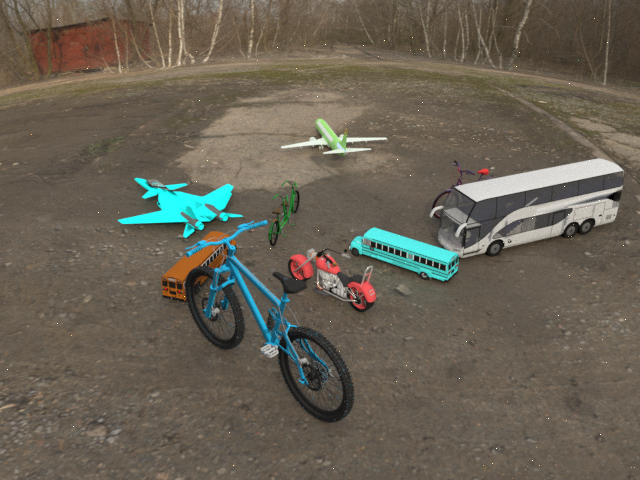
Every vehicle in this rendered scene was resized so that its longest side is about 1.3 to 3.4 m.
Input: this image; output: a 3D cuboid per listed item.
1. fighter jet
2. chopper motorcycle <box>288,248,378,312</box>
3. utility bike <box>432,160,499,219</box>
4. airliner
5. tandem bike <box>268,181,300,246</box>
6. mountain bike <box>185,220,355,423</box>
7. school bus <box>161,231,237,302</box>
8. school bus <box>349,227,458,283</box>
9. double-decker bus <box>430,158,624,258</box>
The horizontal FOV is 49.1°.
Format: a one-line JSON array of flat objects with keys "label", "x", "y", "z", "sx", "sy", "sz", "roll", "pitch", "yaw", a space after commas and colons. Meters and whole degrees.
[{"label": "fighter jet", "x": -2.593, "y": -0.840, "z": 12.211, "sx": 2.229, "sy": 0.557, "sz": 2.640, "roll": -23, "pitch": 36, "yaw": -36}, {"label": "chopper motorcycle", "x": 0.141, "y": 0.442, "z": 9.609, "sx": 1.563, "sy": 0.761, "sz": 0.466, "roll": 25, "pitch": 37, "yaw": 38}, {"label": "utility bike", "x": 2.529, "y": -0.850, "z": 11.818, "sx": 1.435, "sy": 0.946, "sz": 0.535, "roll": -14, "pitch": 31, "yaw": -24}, {"label": "airliner", "x": 0.238, "y": -2.304, "z": 14.642, "sx": 2.257, "sy": 0.835, "sz": 2.541, "roll": -7, "pitch": 29, "yaw": -12}, {"label": "tandem bike", "x": -0.577, "y": -0.496, "z": 11.437, "sx": 0.283, "sy": 0.682, "sz": 1.642, "roll": 7, "pitch": 29, "yaw": 13}, {"label": "mountain bike", "x": -0.672, "y": 0.864, "z": 7.844, "sx": 1.114, "sy": 1.688, "sz": 2.857, "roll": -25, "pitch": 37, "yaw": -38}, {"label": "school bus", "x": -1.709, "y": 0.320, "z": 10.181, "sx": 0.365, "sy": 0.434, "sz": 1.708, "roll": 10, "pitch": 30, "yaw": 17}, {"label": "school bus", "x": 1.211, "y": 0.191, "z": 10.421, "sx": 1.708, "sy": 0.434, "sz": 0.365, "roll": 19, "pitch": 33, "yaw": 31}, {"label": "double-decker bus", "x": 3.322, "y": -0.509, "z": 11.072, "sx": 3.251, "sy": 1.052, "sz": 0.756, "roll": -12, "pitch": 30, "yaw": -21}]
